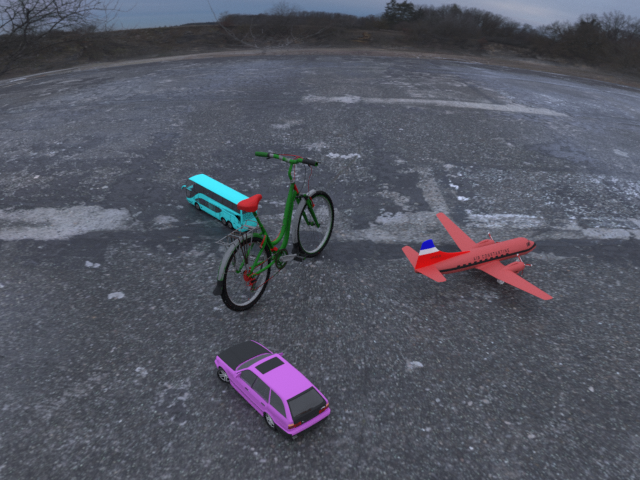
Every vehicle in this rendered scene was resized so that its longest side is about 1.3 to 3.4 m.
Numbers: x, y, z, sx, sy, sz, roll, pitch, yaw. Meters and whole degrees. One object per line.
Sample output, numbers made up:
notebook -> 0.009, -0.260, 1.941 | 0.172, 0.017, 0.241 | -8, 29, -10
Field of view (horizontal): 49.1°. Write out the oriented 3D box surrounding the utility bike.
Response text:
utility bike -> -0.654, -0.243, 9.761 | 1.039, 1.839, 2.791 | 18, 35, 29

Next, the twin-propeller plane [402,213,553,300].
twin-propeller plane -> 2.287, 0.161, 10.109 | 2.129, 0.792, 2.663 | -13, 32, -21

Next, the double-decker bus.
double-decker bus -> -1.692, -0.649, 11.771 | 0.389, 0.541, 1.672 | -25, 38, -37

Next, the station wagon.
station wagon -> -0.583, 1.583, 7.952 | 0.682, 0.473, 1.597 | -22, 36, -33
